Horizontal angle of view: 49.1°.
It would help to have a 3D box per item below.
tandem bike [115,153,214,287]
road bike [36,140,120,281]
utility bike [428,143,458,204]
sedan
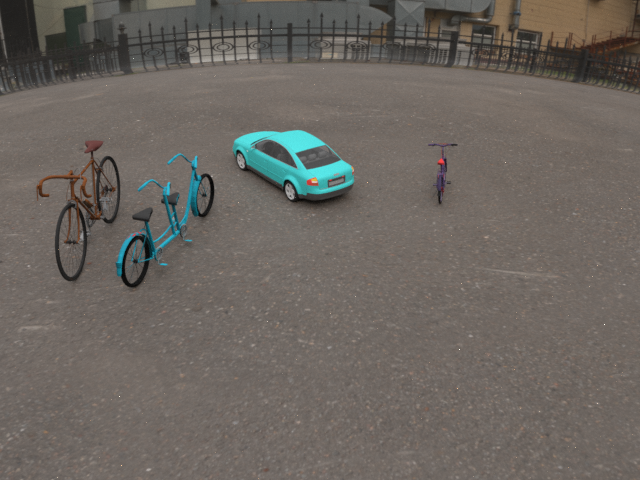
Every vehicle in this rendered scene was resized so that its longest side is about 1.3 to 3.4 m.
[{"bbox_3d":[-2.382,-0.454,11.085,0.550,1.326,3.192,8,30,15],"label":"tandem bike"},{"bbox_3d":[-3.648,-0.630,11.062,0.696,1.656,3.004,1,29,2],"label":"road bike"},{"bbox_3d":[2.231,-1.298,13.003,0.535,0.946,1.435,6,30,11],"label":"utility bike"},{"bbox_3d":[-0.598,-1.627,13.604,1.235,0.940,3.137,-19,34,-31],"label":"sedan"}]
